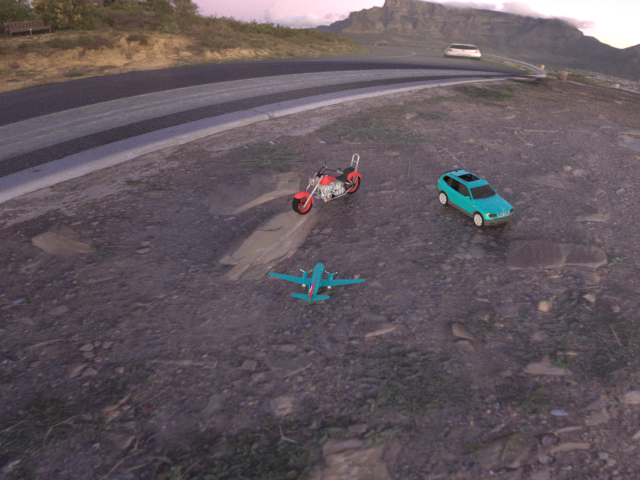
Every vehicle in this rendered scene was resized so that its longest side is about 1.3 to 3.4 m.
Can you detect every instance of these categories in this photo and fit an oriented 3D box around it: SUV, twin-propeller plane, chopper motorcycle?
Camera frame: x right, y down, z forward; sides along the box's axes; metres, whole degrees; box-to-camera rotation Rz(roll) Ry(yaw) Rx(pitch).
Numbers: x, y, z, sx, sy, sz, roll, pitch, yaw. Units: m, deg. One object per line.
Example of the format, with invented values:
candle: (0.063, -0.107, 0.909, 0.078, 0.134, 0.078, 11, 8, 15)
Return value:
SUV: (2.648, -0.752, 12.030, 0.656, 0.580, 1.572, -14, 31, -24)
twin-propeller plane: (-0.061, 0.538, 9.767, 1.370, 0.407, 1.095, 4, 28, 7)
chopper motorcycle: (0.136, -0.985, 12.278, 1.563, 0.761, 0.466, -23, 36, -37)
